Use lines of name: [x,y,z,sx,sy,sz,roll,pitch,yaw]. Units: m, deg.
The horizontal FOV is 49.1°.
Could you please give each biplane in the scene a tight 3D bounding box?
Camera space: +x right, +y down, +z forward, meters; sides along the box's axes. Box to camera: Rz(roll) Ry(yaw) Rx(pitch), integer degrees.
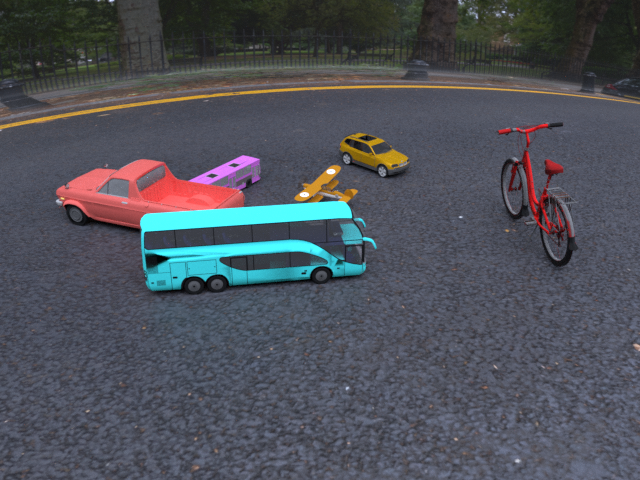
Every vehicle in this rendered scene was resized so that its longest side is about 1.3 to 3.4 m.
biplane: [0.108,-0.848,12.394,1.090,0.504,1.336,16,31,28]

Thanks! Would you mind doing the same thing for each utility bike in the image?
utility bike: [3.280,-0.814,10.848,1.039,1.839,2.791,-4,27,-7]

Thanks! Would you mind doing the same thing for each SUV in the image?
SUV: [1.082,-1.743,14.079,0.656,0.580,1.572,-24,35,-38]

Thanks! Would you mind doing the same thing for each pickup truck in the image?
pickup truck: [-2.843,-0.735,11.629,3.117,0.993,1.244,11,29,20]

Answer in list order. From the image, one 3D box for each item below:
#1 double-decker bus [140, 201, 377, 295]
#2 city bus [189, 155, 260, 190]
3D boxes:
double-decker bus: [-0.864,0.083,9.948,3.251,1.052,0.756,-4,27,-8]
city bus: [-1.757,-1.068,12.878,0.476,0.460,1.674,16,31,29]
